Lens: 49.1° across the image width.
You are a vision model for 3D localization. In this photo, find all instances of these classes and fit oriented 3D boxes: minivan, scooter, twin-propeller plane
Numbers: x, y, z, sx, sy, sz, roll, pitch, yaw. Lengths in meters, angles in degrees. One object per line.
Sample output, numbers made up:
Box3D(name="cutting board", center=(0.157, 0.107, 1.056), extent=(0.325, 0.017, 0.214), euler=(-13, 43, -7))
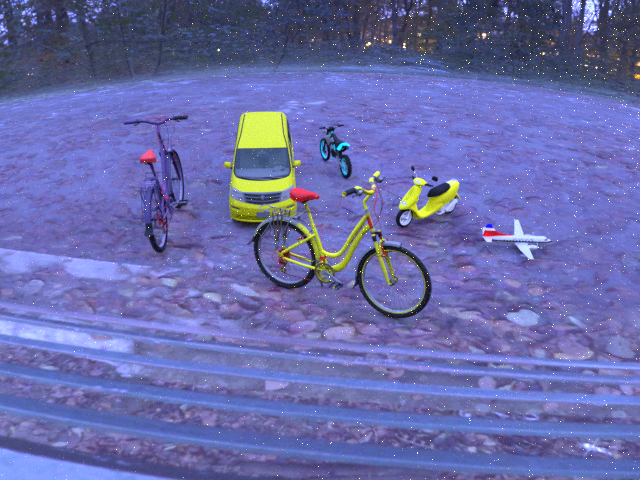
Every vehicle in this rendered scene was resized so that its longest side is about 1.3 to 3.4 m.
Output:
Box3D(name="minivan", center=(-1.028, -1.372, 12.735), extent=(1.324, 1.197, 3.011), euler=(-2, 27, -3))
Box3D(name="scooter", center=(1.854, -0.765, 11.851), extent=(1.399, 0.919, 0.662), euler=(-17, 31, -29))
Box3D(name="twin-propeller plane", center=(3.111, -0.054, 11.021), extent=(1.095, 0.407, 1.370), euler=(2, 27, 4))

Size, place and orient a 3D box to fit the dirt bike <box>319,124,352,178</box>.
Box3D(name="dirt bike", center=(0.295, -1.828, 14.002), extent=(0.527, 0.857, 1.493), euler=(-11, 29, -20))

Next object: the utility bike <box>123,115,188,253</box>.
Box3D(name="utility bike", center=(-2.645, -1.028, 11.353), extent=(1.039, 1.839, 2.791), euler=(0, 27, -1))

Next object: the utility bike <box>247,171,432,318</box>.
Box3D(name="utility bike", center=(0.241, -0.039, 9.414), extent=(2.791, 1.839, 1.039), euler=(14, 30, 25))
